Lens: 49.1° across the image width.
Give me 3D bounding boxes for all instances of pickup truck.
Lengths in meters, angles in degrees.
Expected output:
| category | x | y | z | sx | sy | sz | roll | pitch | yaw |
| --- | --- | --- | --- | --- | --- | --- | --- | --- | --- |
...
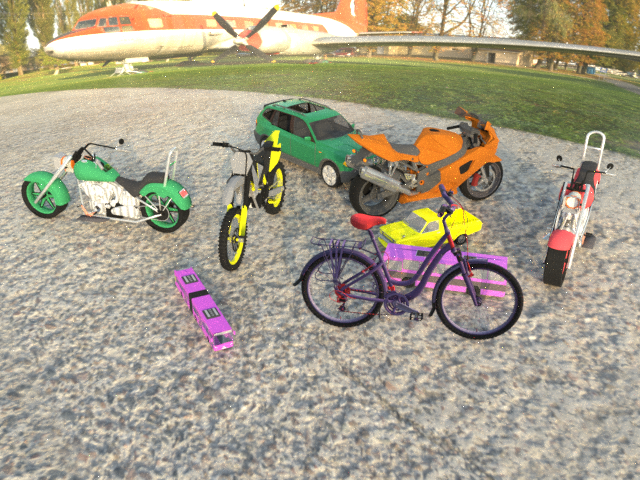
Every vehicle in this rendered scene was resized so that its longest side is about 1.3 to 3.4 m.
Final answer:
| category | x | y | z | sx | sy | sz | roll | pitch | yaw |
| --- | --- | --- | --- | --- | --- | --- | --- | --- | --- |
| pickup truck | 1.700 | -0.196 | 10.807 | 1.603 | 0.511 | 0.640 | -12 | 29 | -22 |

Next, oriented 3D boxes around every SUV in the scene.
| category | x | y | z | sx | sy | sz | roll | pitch | yaw |
| --- | --- | --- | --- | --- | --- | --- | --- | --- | --- |
| SUV | -0.034 | -1.978 | 13.635 | 1.276 | 1.128 | 3.058 | -22 | 34 | -36 |

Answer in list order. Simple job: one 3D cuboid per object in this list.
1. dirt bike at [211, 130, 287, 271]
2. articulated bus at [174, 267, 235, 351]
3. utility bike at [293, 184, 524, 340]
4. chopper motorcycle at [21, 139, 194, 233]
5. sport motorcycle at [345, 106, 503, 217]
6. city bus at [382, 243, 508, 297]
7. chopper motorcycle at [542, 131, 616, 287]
| category | x | y | z | sx | sy | sz | roll | pitch | yaw |
| --- | --- | --- | --- | --- | --- | --- | --- | --- | --- |
| dirt bike | -0.983 | -0.772 | 10.664 | 1.024 | 1.666 | 2.903 | 6 | 28 | 12 |
| articulated bus | -1.517 | 0.849 | 8.993 | 0.311 | 0.289 | 1.749 | -12 | 29 | -23 |
| utility bike | 1.054 | 0.268 | 8.426 | 2.791 | 1.839 | 1.039 | 4 | 27 | 9 |
| chopper motorcycle | -3.469 | -0.911 | 11.144 | 3.040 | 1.480 | 0.906 | 8 | 28 | 16 |
| sport motorcycle | 1.816 | -1.257 | 11.698 | 2.955 | 1.596 | 0.983 | -10 | 28 | -18 |
| city bus | 1.711 | 0.425 | 9.639 | 1.674 | 0.460 | 0.476 | 7 | 28 | 13 |
| chopper motorcycle | 3.794 | -0.529 | 10.393 | 0.906 | 1.480 | 3.040 | 13 | 30 | 24 |
